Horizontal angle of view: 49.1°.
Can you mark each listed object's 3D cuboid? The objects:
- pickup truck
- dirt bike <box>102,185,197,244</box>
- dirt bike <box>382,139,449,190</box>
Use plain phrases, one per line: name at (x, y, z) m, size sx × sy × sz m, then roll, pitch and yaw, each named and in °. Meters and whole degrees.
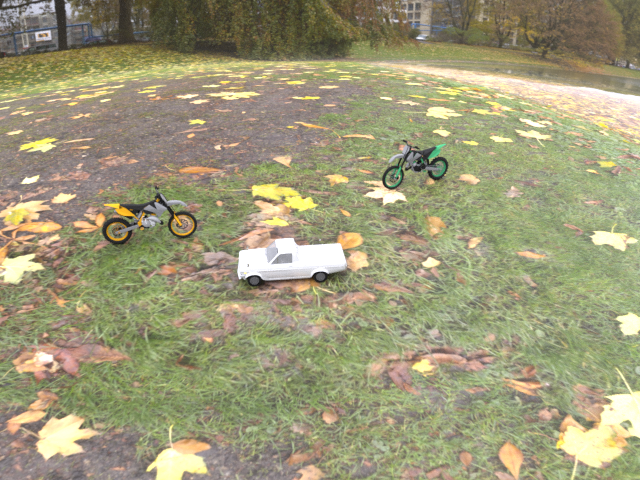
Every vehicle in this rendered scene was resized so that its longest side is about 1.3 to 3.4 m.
pickup truck at (-0.418, 0.281, 10.305) m, size 1.603 × 0.511 × 0.640 m, roll -3°, pitch 28°, yaw -6°
dirt bike at (-2.727, -0.369, 11.159) m, size 1.493 × 0.857 × 0.527 m, roll -5°, pitch 28°, yaw -10°
dirt bike at (1.820, -1.439, 13.171) m, size 1.493 × 0.857 × 0.527 m, roll -14°, pitch 31°, yaw -24°
